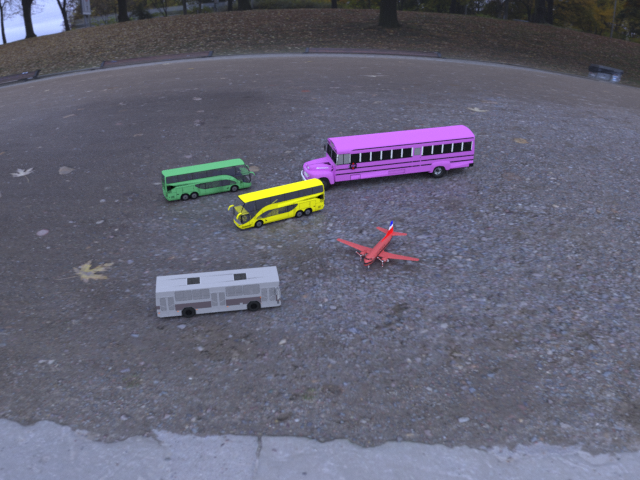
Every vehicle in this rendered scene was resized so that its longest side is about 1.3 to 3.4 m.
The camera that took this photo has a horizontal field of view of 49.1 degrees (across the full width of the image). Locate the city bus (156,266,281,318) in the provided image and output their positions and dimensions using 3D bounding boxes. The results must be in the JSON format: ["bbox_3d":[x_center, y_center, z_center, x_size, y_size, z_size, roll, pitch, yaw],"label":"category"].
[{"bbox_3d":[-1.393,0.727,9.623,1.674,0.460,0.476,-5,30,-8],"label":"city bus"}]

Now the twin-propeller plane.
[{"bbox_3d":[0.922,0.075,10.833,1.370,0.407,1.095,15,33,24],"label":"twin-propeller plane"}]

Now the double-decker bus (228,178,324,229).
[{"bbox_3d":[-0.715,-0.613,11.918,1.672,0.541,0.389,-15,33,-25],"label":"double-decker bus"}]

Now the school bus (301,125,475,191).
[{"bbox_3d":[1.289,-1.589,13.341,3.322,0.844,0.709,-8,30,-13],"label":"school bus"}]

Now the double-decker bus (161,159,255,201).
[{"bbox_3d":[-2.040,-1.110,12.800,1.672,0.541,0.389,-12,31,-20],"label":"double-decker bus"}]
